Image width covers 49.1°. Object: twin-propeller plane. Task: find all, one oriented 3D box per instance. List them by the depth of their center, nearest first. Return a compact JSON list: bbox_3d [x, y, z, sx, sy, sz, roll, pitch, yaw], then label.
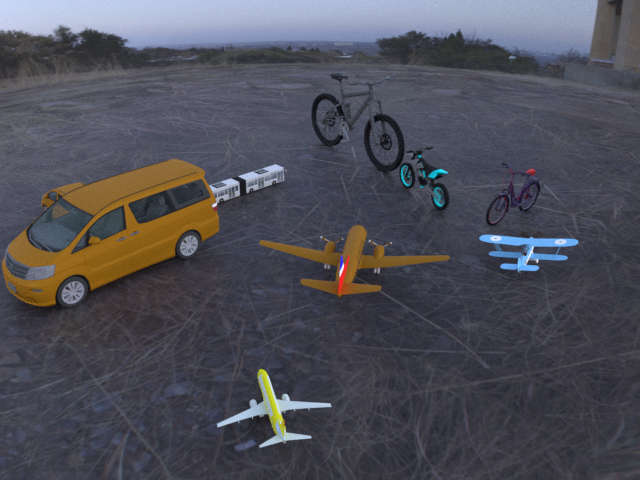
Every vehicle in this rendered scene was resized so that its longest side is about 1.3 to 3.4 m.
[{"bbox_3d":[0.417,0.168,9.535,2.663,0.792,2.129,5,27,9],"label":"twin-propeller plane"}]

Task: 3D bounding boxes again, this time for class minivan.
[{"bbox_3d":[-2.877,-0.165,9.745,1.324,1.197,3.011,24,35,38],"label":"minivan"},{"bbox_3d":[-3.914,-0.566,11.178,0.681,0.616,1.548,-23,35,-37],"label":"minivan"}]

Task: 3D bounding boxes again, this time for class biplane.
[{"bbox_3d":[2.853,0.196,9.798,1.336,0.504,1.090,12,29,22],"label":"biplane"}]

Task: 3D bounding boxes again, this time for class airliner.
[{"bbox_3d":[-0.488,1.606,7.101,1.161,0.429,1.307,-7,28,-13],"label":"airliner"}]

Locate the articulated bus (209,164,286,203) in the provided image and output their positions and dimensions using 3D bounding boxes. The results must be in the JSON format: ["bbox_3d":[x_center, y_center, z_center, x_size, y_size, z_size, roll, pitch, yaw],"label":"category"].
[{"bbox_3d":[-1.353,-0.978,12.350,1.749,0.289,0.311,-23,35,-38],"label":"articulated bus"}]

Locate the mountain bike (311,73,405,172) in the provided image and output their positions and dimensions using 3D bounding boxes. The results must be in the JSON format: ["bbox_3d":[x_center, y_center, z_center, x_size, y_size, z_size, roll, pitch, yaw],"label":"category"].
[{"bbox_3d":[0.676,-2.411,13.629,1.114,1.688,2.857,-18,32,-31],"label":"mountain bike"}]

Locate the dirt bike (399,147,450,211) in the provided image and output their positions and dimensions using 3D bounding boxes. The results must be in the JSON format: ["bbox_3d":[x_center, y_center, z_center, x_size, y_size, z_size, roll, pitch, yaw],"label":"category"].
[{"bbox_3d":[1.768,-1.103,11.969,0.527,0.857,1.493,-12,29,-23],"label":"dirt bike"}]

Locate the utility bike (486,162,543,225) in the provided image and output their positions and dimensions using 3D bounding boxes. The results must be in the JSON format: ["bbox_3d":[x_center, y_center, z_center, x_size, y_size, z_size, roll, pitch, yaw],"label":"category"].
[{"bbox_3d":[3.187,-0.768,11.209,1.435,0.946,0.535,-21,34,-35],"label":"utility bike"}]
